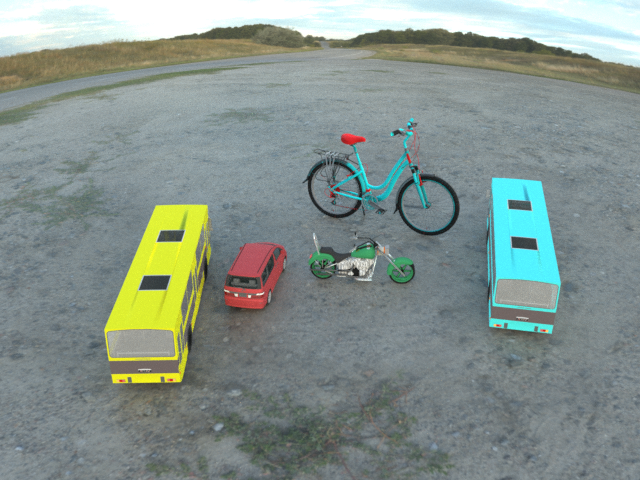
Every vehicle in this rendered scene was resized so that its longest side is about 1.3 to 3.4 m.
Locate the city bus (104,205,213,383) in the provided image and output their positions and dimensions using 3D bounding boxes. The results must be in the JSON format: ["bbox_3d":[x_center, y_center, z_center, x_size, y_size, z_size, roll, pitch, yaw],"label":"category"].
[{"bbox_3d":[-2.054,0.620,9.415,0.926,0.894,3.255,-1,28,-1],"label":"city bus"}]

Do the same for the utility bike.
[{"bbox_3d":[1.008,-1.121,11.637,2.791,1.839,1.039,12,31,21],"label":"utility bike"}]

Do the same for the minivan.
[{"bbox_3d":[-0.907,0.396,10.121,0.681,0.616,1.548,5,29,9],"label":"minivan"}]

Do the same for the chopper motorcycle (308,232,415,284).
[{"bbox_3d":[0.610,0.267,10.207,1.563,0.761,0.466,2,29,3],"label":"chopper motorcycle"}]

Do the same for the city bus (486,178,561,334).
[{"bbox_3d":[2.908,0.143,10.297,0.926,0.894,3.255,5,29,10],"label":"city bus"}]
